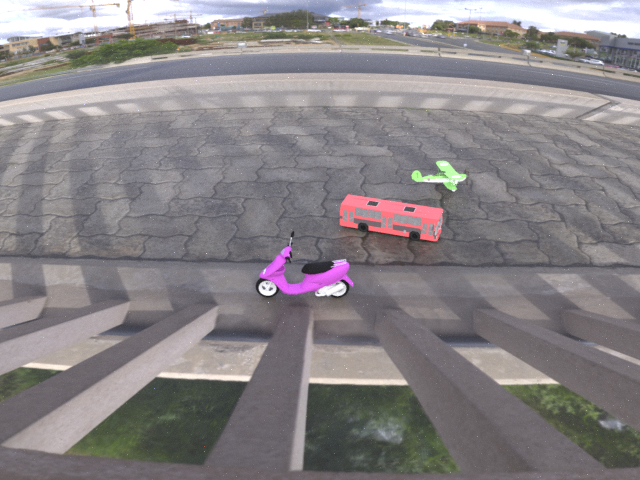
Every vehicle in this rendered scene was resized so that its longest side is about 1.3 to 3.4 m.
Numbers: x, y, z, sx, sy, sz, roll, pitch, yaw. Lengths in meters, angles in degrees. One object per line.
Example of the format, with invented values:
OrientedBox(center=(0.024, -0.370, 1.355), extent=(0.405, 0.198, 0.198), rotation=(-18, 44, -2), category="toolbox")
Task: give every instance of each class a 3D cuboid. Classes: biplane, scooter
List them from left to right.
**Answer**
OrientedBox(center=(-0.223, 0.423, 9.887), extent=(1.399, 0.919, 0.662), rotation=(0, 30, 0), category="scooter")
OrientedBox(center=(2.252, -1.173, 13.112), extent=(1.090, 0.504, 1.336), rotation=(-2, 30, -4), category="biplane")

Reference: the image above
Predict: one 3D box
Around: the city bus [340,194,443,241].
OrientedBox(center=(1.187, -0.357, 11.722), extent=(1.674, 0.460, 0.476), rotation=(10, 31, 17), category="city bus")
